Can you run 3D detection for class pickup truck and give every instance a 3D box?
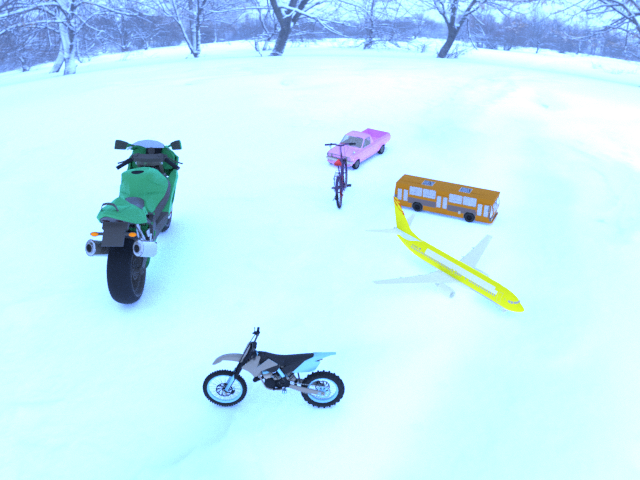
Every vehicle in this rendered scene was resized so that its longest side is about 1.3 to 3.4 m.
[{"bbox_3d":[0.773,-1.867,13.718,0.640,0.511,1.603,18,33,29],"label":"pickup truck"}]

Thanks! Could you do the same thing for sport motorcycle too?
[{"bbox_3d":[-2.493,-0.381,9.791,0.983,1.596,2.955,0,28,1],"label":"sport motorcycle"}]

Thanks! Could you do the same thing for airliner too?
[{"bbox_3d":[1.792,0.195,9.522,2.257,0.835,2.541,-19,34,-31],"label":"airliner"}]

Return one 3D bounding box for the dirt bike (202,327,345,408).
[{"bbox_3d":[-0.486,1.396,7.254,1.493,0.857,0.527,0,28,0],"label":"dirt bike"}]

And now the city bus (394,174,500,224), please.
[{"bbox_3d":[2.078,-0.667,11.531,1.674,0.460,0.476,13,31,23],"label":"city bus"}]

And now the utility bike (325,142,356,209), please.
[{"bbox_3d":[0.318,-1.162,11.940,0.535,0.946,1.435,4,28,7],"label":"utility bike"}]
